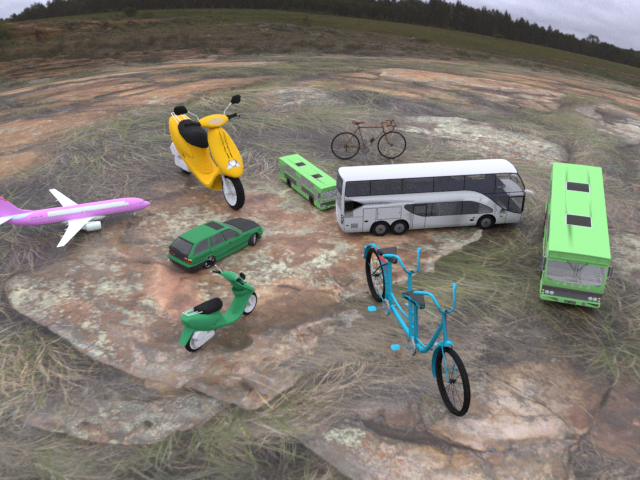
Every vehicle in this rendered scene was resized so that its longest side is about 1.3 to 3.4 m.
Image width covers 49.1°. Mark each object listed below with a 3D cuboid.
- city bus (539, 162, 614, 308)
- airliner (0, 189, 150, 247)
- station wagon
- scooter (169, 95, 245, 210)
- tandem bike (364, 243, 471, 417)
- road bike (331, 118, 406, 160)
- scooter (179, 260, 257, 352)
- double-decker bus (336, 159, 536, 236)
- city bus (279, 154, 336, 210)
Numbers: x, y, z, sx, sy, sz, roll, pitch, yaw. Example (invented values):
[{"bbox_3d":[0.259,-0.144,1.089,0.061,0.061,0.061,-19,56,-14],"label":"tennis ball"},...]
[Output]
[{"bbox_3d":[3.890,-0.160,10.761,0.926,0.894,3.255,9,30,15],"label":"city bus"},{"bbox_3d":[-4.131,-0.617,11.655,2.541,0.835,2.257,-11,31,-19],"label":"airliner"},{"bbox_3d":[-1.607,-0.032,10.964,0.682,0.473,1.597,23,36,35],"label":"station wagon"},{"bbox_3d":[-2.108,-1.749,12.730,1.288,1.786,2.721,-19,34,-30],"label":"scooter"},{"bbox_3d":[1.116,0.769,8.619,0.550,1.326,3.192,-8,30,-15],"label":"tandem bike"},{"bbox_3d":[0.994,-2.041,14.234,1.545,0.852,0.358,-1,29,-2],"label":"road bike"},{"bbox_3d":[-1.287,0.803,8.979,0.662,0.919,1.399,19,34,31],"label":"scooter"},{"bbox_3d":[1.883,-0.729,11.634,3.251,1.052,0.756,-4,29,-7],"label":"double-decker bus"},{"bbox_3d":[-0.206,-1.071,12.872,0.476,0.460,1.674,-15,32,-26],"label":"city bus"}]
